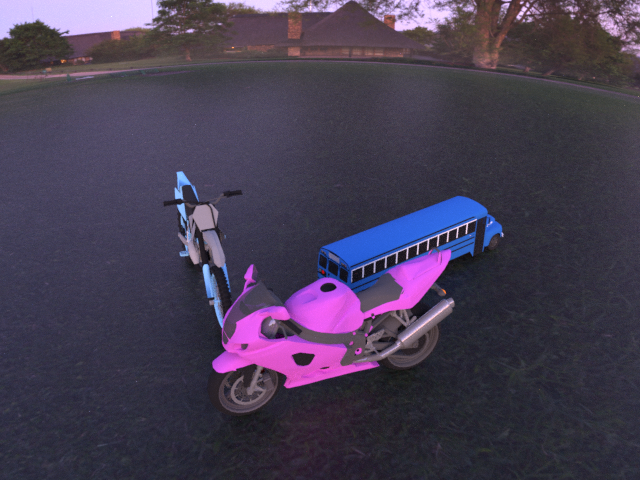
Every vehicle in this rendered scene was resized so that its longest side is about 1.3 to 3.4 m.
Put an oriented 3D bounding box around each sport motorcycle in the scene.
[{"bbox_3d":[0.148,1.017,7.845,2.955,1.596,0.983,-12,31,-21],"label":"sport motorcycle"}]

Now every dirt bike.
[{"bbox_3d":[-1.618,0.013,9.624,1.024,1.666,2.903,-10,30,-18],"label":"dirt bike"}]

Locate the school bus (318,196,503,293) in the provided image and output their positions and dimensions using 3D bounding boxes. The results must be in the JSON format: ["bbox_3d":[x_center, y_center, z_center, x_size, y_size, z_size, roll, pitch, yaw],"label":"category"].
[{"bbox_3d":[1.467,0.069,10.382,3.322,0.844,0.709,-20,34,-32],"label":"school bus"}]
